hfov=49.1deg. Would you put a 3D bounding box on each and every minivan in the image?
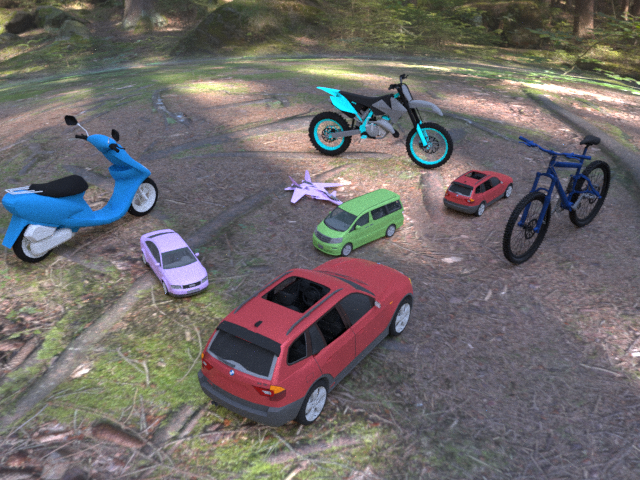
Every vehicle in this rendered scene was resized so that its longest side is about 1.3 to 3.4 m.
[{"bbox_3d":[0.592,-0.283,10.745,1.548,0.616,0.681,-22,35,-35],"label":"minivan"}]

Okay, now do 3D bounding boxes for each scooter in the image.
[{"bbox_3d":[-3.567,-0.828,10.523,1.288,1.786,2.721,20,34,33],"label":"scooter"}]

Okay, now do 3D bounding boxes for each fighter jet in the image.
[{"bbox_3d":[0.029,-0.845,12.153,1.147,0.286,1.358,-23,35,-36],"label":"fighter jet"}]

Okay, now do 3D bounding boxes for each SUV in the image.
[{"bbox_3d":[2.727,-0.903,11.949,0.656,0.580,1.572,22,35,35],"label":"SUV"},{"bbox_3d":[-0.039,0.898,7.979,1.276,1.128,3.058,18,33,30],"label":"SUV"}]

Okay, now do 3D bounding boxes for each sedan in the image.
[{"bbox_3d":[-2.072,0.261,9.863,0.635,0.483,1.613,-15,31,-26],"label":"sedan"}]

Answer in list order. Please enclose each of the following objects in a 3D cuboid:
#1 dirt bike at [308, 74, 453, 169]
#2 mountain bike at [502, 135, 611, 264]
[{"bbox_3d":[1.135,-2.272,13.366,2.903,1.666,1.024,10,30,18],"label":"dirt bike"},{"bbox_3d":[3.621,-0.719,10.424,2.857,1.688,1.114,-23,36,-37],"label":"mountain bike"}]
